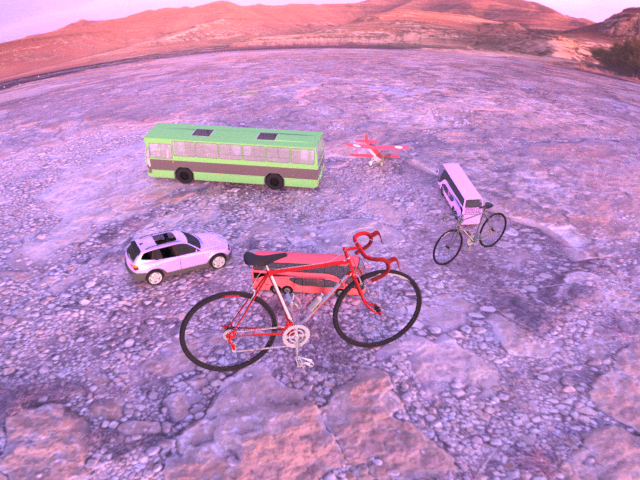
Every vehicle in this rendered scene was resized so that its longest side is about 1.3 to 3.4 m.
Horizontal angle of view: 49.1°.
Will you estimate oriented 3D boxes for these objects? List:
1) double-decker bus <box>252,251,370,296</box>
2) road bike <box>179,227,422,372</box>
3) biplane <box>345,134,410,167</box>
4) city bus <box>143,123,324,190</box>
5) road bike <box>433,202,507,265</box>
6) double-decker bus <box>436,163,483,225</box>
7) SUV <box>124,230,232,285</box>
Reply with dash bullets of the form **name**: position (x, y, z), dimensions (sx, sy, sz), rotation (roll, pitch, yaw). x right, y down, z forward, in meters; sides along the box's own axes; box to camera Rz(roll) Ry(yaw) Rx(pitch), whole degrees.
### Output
- **double-decker bus**: position (-0.127, 0.476, 9.950), dimensions (1.672, 0.541, 0.389), rotation (3, 30, 4)
- **road bike**: position (-0.179, 0.763, 8.341), dimensions (3.004, 1.656, 0.696), rotation (-7, 31, -12)
- **biplane**: position (1.086, -1.792, 13.900), dimensions (1.336, 0.504, 1.090), rotation (-8, 31, -14)
- **city bus**: position (-1.580, -1.558, 13.108), dimensions (3.255, 0.894, 0.926), rotation (4, 30, 8)
- **road bike**: position (2.317, -0.131, 10.687), dimensions (1.545, 0.852, 0.358), rotation (-19, 35, -29)
- **double-decker bus**: position (2.422, -0.844, 12.228), dimensions (0.389, 0.541, 1.672), rotation (-3, 30, -5)
- **SUV**: position (-2.111, 0.169, 10.439), dimensions (1.572, 0.580, 0.656), rotation (-14, 33, -23)
